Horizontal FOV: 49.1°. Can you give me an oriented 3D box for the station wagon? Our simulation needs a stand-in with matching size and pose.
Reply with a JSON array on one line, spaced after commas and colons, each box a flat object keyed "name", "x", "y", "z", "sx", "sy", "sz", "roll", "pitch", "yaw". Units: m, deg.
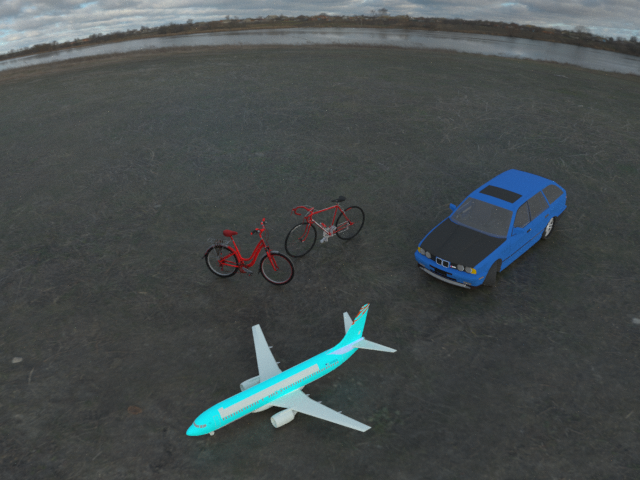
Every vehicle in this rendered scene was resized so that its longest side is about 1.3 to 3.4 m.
[{"name": "station wagon", "x": 2.736, "y": -0.299, "z": 10.961, "sx": 1.327, "sy": 0.920, "sz": 3.105, "roll": 23, "pitch": 37, "yaw": 34}]

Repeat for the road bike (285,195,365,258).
[{"name": "road bike", "x": 0.095, "y": -0.245, "z": 10.937, "sx": 1.545, "sy": 0.852, "sz": 0.358, "roll": -20, "pitch": 35, "yaw": -30}]

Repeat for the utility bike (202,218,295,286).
[{"name": "utility bike", "x": -1.041, "y": 0.158, "z": 10.147, "sx": 1.435, "sy": 0.946, "sz": 0.535, "roll": 7, "pitch": 31, "yaw": 13}]

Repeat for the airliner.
[{"name": "airliner", "x": -0.395, "y": 1.482, "z": 7.973, "sx": 2.541, "sy": 0.835, "sz": 2.257, "roll": -20, "pitch": 36, "yaw": -31}]
